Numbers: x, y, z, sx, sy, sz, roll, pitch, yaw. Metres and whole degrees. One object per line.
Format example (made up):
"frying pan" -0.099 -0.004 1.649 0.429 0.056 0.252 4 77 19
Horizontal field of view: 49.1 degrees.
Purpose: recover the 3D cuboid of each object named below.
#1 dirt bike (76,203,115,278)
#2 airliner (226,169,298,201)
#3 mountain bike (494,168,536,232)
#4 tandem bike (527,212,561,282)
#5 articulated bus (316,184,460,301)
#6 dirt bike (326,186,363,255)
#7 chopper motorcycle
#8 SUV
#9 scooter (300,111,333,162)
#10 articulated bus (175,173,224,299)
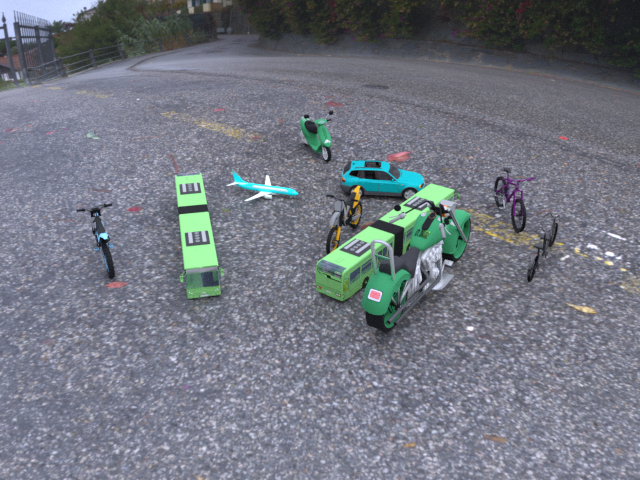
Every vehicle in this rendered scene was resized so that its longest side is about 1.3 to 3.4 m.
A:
"dirt bike" -3.336 -0.060 10.636 0.527 0.857 1.493 -13 31 -21
"airliner" -1.022 -1.028 12.836 1.307 0.429 1.161 8 30 14
"mountain bike" 3.235 -0.759 11.894 0.573 0.868 1.469 -3 29 -5
"tandem bike" 3.400 0.055 10.610 0.283 0.682 1.642 16 33 26
"articulated bus" 1.127 -0.053 10.931 0.605 0.561 3.401 19 34 31
"dirt bike" 0.407 -0.366 11.192 0.527 0.857 1.493 11 31 20
"chopper motorcycle" 1.457 0.096 9.708 0.906 1.480 3.040 17 33 28
"SUV" 1.146 -1.126 12.857 1.572 0.580 0.656 3 29 5
"scooter" -0.092 -2.246 14.538 0.662 0.919 1.399 -13 31 -22
"articulated bus" -1.992 -0.180 11.162 0.605 0.561 3.401 -6 29 -11
